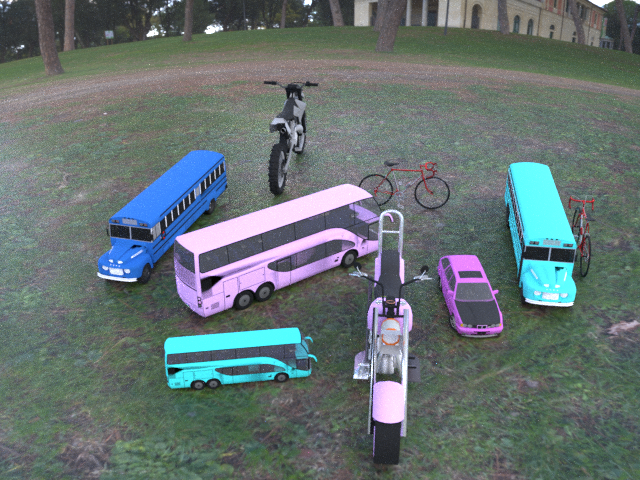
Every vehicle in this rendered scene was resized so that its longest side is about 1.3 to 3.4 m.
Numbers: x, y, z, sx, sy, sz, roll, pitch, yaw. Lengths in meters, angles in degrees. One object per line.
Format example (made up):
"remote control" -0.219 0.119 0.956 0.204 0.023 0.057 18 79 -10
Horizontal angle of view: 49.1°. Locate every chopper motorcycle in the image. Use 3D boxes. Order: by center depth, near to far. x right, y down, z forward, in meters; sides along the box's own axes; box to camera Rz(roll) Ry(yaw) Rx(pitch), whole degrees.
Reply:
"chopper motorcycle" 0.744 0.919 7.606 0.906 1.480 3.040 2 28 4

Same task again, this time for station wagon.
"station wagon" 1.951 0.667 9.157 0.682 0.473 1.597 0 28 -1

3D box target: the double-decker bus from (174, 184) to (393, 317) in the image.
"double-decker bus" -0.434 0.057 9.691 3.251 1.052 0.756 -20 34 -33

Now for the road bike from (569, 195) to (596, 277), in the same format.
"road bike" 3.824 -0.102 10.206 0.358 0.852 1.545 5 28 9

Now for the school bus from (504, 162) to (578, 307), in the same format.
"school bus" 3.209 -0.159 10.322 0.709 0.844 3.322 4 28 8

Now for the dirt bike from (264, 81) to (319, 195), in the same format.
"dirt bike" -0.585 -2.042 13.000 1.024 1.666 2.903 4 28 8

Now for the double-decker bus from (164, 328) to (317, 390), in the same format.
"double-decker bus" -0.884 1.322 7.848 1.672 0.541 0.389 -4 28 -7

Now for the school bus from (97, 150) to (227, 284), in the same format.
"school bus" -2.368 -0.436 10.845 0.709 0.844 3.322 7 29 13

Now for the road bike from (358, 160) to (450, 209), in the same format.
"road bike" 1.414 -0.927 11.764 1.545 0.852 0.358 3 28 6
